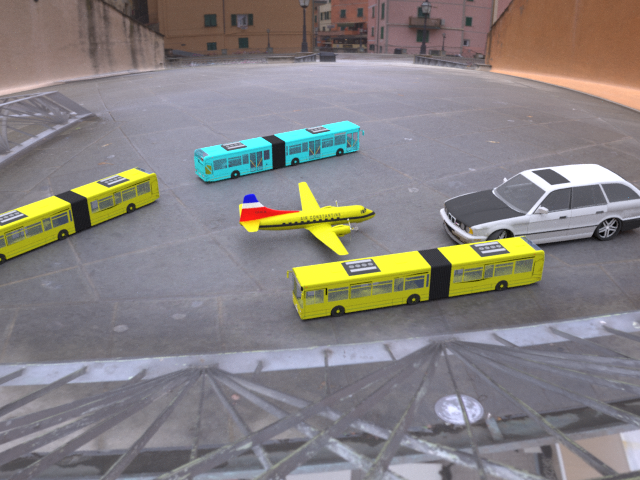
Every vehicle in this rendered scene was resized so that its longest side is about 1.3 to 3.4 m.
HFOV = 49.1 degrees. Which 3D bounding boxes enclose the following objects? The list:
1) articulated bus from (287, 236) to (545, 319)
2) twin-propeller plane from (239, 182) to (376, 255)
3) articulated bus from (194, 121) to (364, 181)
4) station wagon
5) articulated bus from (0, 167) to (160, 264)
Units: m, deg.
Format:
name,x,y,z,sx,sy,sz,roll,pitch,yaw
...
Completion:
name,x,y,z,sx,sy,sz,roll,pitch,yaw
articulated bus,1.292,0.469,9.148,3.401,0.561,0.605,-7,28,-14
twin-propeller plane,-0.167,-0.416,10.622,2.129,0.792,2.663,-6,28,-12
articulated bus,-0.729,-1.724,13.426,3.401,0.561,0.605,-15,31,-28
station wagon,3.412,-0.552,10.746,3.105,0.920,1.327,-7,28,-14
articulated bus,-3.988,-0.379,10.802,0.605,0.561,3.401,21,34,34
